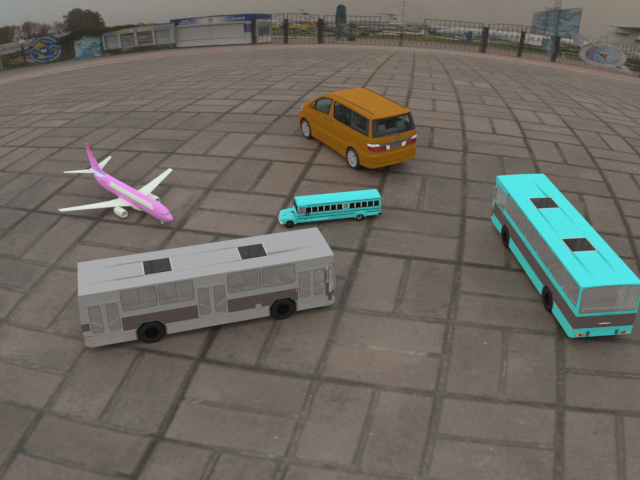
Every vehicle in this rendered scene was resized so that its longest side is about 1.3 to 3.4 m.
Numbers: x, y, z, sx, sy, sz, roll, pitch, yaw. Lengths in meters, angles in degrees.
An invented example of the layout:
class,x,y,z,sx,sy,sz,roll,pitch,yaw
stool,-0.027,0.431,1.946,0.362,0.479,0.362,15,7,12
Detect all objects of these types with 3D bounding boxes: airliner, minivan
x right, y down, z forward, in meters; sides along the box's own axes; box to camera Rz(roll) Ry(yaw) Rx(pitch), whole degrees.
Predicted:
class,x,y,z,sx,sy,sz,roll,pitch,yaw
airliner,-3.324,-0.964,12.014,2.541,0.835,2.257,25,39,36
minivan,0.669,-2.404,14.129,1.324,1.197,3.011,-16,34,-26

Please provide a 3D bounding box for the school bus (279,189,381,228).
class,x,y,z,sx,sy,sz,roll,pitch,yaw
school bus,0.160,-0.535,11.675,1.708,0.434,0.365,-6,31,-10

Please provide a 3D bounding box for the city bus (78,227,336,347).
class,x,y,z,sx,sy,sz,roll,pitch,yaw
city bus,-1.459,0.623,9.227,3.255,0.894,0.926,-9,31,-15

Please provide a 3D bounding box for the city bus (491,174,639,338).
class,x,y,z,sx,sy,sz,roll,pitch,yaw
city bus,3.378,0.134,10.067,0.926,0.894,3.255,-3,30,-5
